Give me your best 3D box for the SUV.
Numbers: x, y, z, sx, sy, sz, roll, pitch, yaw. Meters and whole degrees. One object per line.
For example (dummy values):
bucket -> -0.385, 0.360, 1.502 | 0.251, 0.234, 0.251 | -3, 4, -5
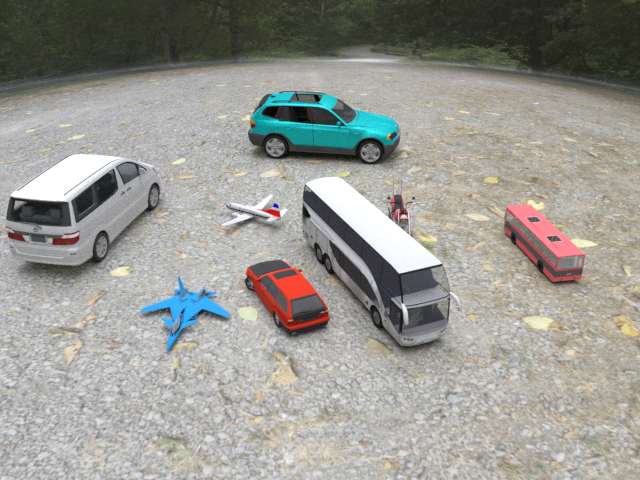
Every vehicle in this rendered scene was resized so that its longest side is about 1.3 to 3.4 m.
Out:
SUV -> 0.087, -2.315, 14.048 | 3.058, 1.128, 1.276 | 4, 28, 8

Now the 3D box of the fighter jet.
fighter jet -> -1.735, 0.914, 8.785 | 1.147, 0.286, 1.358 | 2, 28, 5

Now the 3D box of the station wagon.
station wagon -> -0.461, 0.628, 9.129 | 0.682, 0.473, 1.597 | -13, 30, -23

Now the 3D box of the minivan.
minivan -> -3.539, -0.680, 10.850 | 1.324, 1.197, 3.011 | 6, 28, 11

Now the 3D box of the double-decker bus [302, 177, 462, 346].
double-decker bus -> 0.654, 0.203, 9.317 | 0.756, 1.052, 3.251 | -11, 30, -21

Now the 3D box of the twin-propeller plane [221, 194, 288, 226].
twin-propeller plane -> -1.089, -0.502, 11.361 | 1.095, 0.407, 1.370 | 15, 31, 27

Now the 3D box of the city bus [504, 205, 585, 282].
city bus -> 3.244, 0.039, 10.271 | 0.476, 0.460, 1.674 | -5, 28, -10

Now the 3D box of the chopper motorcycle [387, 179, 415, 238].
chopper motorcycle -> 1.226, -0.308, 10.609 | 0.466, 0.761, 1.563 | 0, 28, 0
